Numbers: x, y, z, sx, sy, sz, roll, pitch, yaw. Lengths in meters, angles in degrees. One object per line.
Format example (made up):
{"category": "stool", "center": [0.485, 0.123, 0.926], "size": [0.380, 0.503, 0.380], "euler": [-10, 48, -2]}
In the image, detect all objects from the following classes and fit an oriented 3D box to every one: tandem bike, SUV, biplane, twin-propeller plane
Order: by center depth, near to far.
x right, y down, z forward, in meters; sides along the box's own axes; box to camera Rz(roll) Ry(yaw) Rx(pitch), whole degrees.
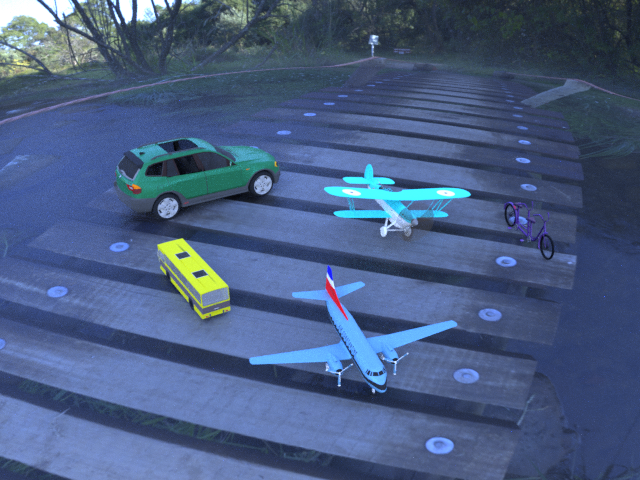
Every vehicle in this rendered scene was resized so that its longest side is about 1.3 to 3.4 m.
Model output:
{"category": "twin-propeller plane", "center": [0.394, 1.096, 8.636], "size": [2.663, 0.792, 2.129], "euler": [-8, 29, -15]}
{"category": "tandem bike", "center": [3.404, -0.288, 11.417], "size": [0.283, 0.682, 1.642], "euler": [-6, 28, -12]}
{"category": "biplane", "center": [1.198, -0.678, 11.844], "size": [2.598, 0.981, 2.120], "euler": [-9, 29, -17]}
{"category": "SUV", "center": [-2.221, -1.293, 12.867], "size": [3.058, 1.128, 1.276], "euler": [-17, 32, -29]}

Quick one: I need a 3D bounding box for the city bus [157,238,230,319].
{"category": "city bus", "center": [-1.833, 0.547, 10.053], "size": [0.476, 0.460, 1.674], "euler": [-16, 31, -28]}
